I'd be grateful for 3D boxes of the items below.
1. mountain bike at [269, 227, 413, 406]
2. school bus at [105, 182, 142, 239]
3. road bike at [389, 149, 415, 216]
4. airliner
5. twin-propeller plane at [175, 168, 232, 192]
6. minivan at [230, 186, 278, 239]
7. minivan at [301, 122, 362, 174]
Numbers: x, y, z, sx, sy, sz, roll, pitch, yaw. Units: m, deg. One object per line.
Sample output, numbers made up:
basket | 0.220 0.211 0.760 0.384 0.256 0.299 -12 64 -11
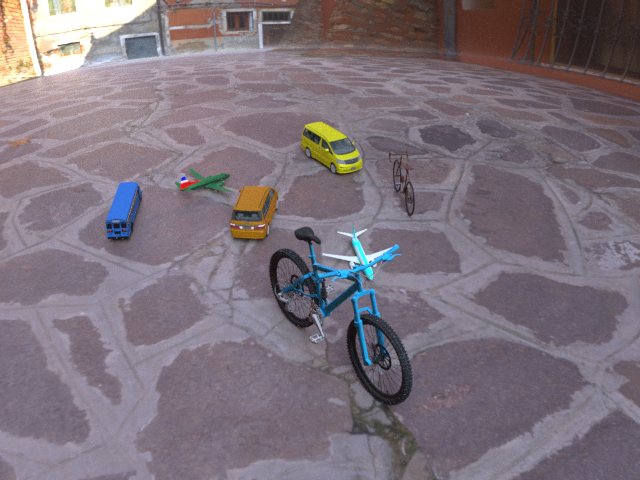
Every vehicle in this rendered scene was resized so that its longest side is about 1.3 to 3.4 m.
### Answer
mountain bike | 0.150 0.742 8.457 1.114 1.688 2.857 -19 35 -30
school bus | -3.333 -0.557 11.972 0.365 0.434 1.708 -3 30 -5
road bike | 1.485 -1.058 12.426 0.358 0.852 1.545 -4 30 -7
airliner | 0.636 0.156 10.738 1.161 0.429 1.307 -5 30 -9
twin-propeller plane | -2.123 -1.113 12.967 1.095 0.407 1.370 -24 38 -36
minivan | -1.090 -0.572 11.817 0.681 0.616 1.548 3 30 5
minivan | 0.231 -1.853 14.045 0.681 0.616 1.548 -18 34 -28
